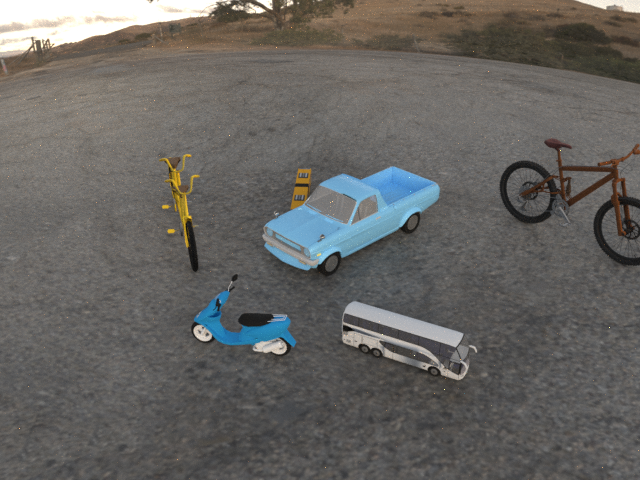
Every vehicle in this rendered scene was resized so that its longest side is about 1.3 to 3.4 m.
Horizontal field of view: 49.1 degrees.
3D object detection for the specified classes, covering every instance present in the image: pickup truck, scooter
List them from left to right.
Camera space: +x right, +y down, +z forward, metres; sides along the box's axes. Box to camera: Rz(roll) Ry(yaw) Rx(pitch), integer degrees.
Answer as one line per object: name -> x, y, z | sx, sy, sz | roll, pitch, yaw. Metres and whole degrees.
scooter -> -0.981, 0.992, 8.717 | 1.399, 0.919, 0.662 | 8, 31, 13
pickup truck -> 0.568, -0.490, 11.230 | 3.117, 0.993, 1.244 | -26, 38, -37

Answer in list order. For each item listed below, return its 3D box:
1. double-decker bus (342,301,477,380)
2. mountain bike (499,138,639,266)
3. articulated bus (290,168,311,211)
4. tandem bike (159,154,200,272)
double-decker bus -> 1.070, 1.245, 8.655 | 1.672, 0.541, 0.389 | 15, 33, 24
mountain bike -> 4.039, -0.720, 10.932 | 1.114, 1.688, 2.857 | -23, 37, -35
articulated bus -> -0.333, -0.820, 12.514 | 0.311, 0.289, 1.749 | 1, 30, 3
tandem bike -> -2.253, -0.714, 11.287 | 0.550, 1.326, 3.192 | -9, 31, -15
